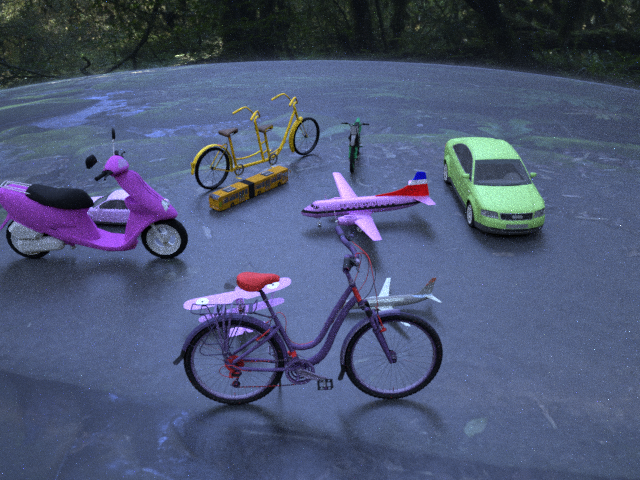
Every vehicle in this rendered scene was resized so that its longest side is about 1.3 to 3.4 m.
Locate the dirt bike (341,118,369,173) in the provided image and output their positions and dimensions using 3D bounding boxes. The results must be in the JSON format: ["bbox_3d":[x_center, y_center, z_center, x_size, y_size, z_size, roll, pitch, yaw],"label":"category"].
[{"bbox_3d":[0.687,-1.901,13.510,0.527,0.857,1.493,4,28,7],"label":"dirt bike"}]

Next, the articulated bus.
[{"bbox_3d":[-1.207,-0.918,12.230,0.311,0.289,1.749,21,34,35],"label":"articulated bus"}]

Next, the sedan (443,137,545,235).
[{"bbox_3d":[2.896,-1.081,11.837,1.235,0.940,3.137,-1,27,-2],"label":"sedan"}]

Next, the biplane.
[{"bbox_3d":[-0.983,0.859,8.561,1.336,0.504,1.090,-5,28,-10],"label":"biplane"}]

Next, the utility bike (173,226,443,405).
[{"bbox_3d":[-0.119,0.835,7.157,2.791,1.839,1.039,-1,27,-2],"label":"utility bike"}]

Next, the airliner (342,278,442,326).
[{"bbox_3d":[0.859,0.703,8.943,1.307,0.429,1.161,-3,28,-6],"label":"airliner"}]

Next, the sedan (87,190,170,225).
[{"bbox_3d":[-3.222,-0.534,11.275,1.613,0.483,0.635,3,28,6],"label":"sedan"}]

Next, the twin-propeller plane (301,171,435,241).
[{"bbox_3d":[0.738,-0.658,11.181,2.129,0.792,2.663,-6,28,-11],"label":"twin-propeller plane"}]

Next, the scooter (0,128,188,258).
[{"bbox_3d":[-3.268,-0.532,9.854,2.721,1.786,1.288,0,27,0],"label":"scooter"}]

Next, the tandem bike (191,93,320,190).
[{"bbox_3d":[-1.116,-1.889,12.978,0.550,1.326,3.192,24,36,38],"label":"tandem bike"}]
